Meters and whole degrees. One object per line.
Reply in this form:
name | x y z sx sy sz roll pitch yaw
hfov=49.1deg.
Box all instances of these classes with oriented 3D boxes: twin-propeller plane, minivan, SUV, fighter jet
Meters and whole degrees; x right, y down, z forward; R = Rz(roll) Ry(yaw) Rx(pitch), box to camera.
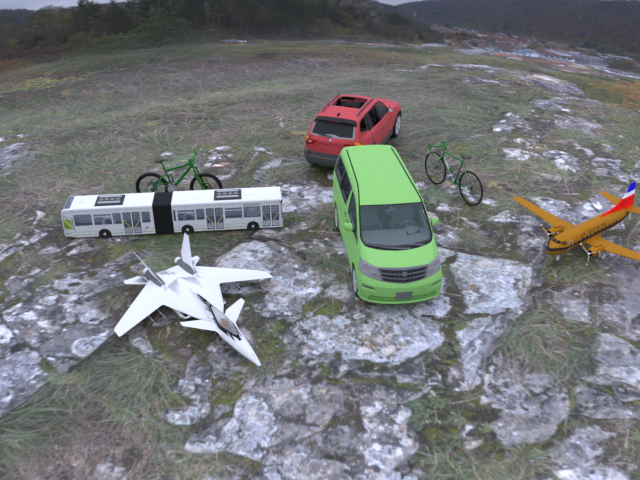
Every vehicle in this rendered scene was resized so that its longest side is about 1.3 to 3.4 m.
twin-propeller plane | 4.093 -0.272 10.472 2.129 0.792 2.663 -21 36 -31
minivan | 0.906 -0.307 10.130 1.324 1.197 3.011 -3 30 -6
SUV | 0.695 -2.272 13.578 1.276 1.128 3.058 11 32 18
fighter jet | -1.471 0.770 8.913 2.229 0.557 2.640 -20 36 -31

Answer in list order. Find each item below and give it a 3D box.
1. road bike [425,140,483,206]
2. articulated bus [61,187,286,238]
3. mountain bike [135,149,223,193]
road bike | 2.276 -1.175 11.965 0.358 0.852 1.545 -16 34 -25
articulated bus | -2.245 -0.438 10.988 3.401 0.561 0.605 -3 30 -5
mountain bike | -2.359 -1.002 11.652 1.469 0.868 0.573 1 30 1
